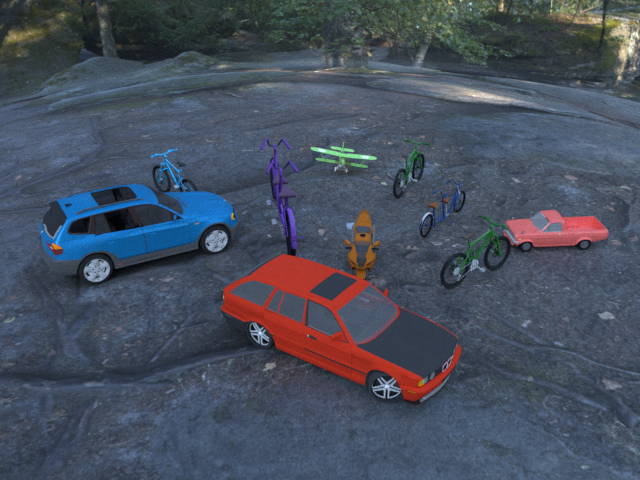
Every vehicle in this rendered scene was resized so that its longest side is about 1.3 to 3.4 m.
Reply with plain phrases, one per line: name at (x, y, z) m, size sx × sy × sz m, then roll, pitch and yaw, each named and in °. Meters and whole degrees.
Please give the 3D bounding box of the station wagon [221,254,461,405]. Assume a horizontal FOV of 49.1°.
station wagon at (0.226, 0.978, 8.772) m, size 3.105 × 0.920 × 1.327 m, roll 18°, pitch 32°, yaw 31°

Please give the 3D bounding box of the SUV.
SUV at (-2.797, -0.281, 10.959) m, size 3.058 × 1.128 × 1.276 m, roll -15°, pitch 31°, yaw -26°

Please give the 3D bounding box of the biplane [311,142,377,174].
biplane at (0.484, -1.696, 14.344) m, size 1.336 × 0.504 × 1.090 m, roll 1°, pitch 28°, yaw 1°

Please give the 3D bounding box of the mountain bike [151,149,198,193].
mountain bike at (-2.677, -1.134, 12.874) m, size 0.573 × 0.868 × 1.469 m, roll -24°, pitch 36°, yaw -38°

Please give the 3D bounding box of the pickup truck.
pickup truck at (3.845, -0.185, 11.443) m, size 1.603 × 0.511 × 0.640 m, roll -2°, pitch 28°, yaw -4°

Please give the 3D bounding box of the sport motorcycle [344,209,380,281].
sport motorcycle at (0.629, 0.185, 10.399) m, size 0.506 × 0.821 × 1.520 m, roll 2°, pitch 28°, yaw 4°

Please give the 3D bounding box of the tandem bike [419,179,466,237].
tandem bike at (2.125, -0.584, 12.022) m, size 0.283 × 0.682 × 1.642 m, roll 19°, pitch 33°, yaw 32°

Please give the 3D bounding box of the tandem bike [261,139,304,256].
tandem bike at (-0.654, -0.822, 11.782) m, size 0.550 × 1.326 × 3.192 m, roll -4°, pitch 28°, yaw -8°

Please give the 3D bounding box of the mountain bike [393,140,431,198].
mountain bike at (1.717, -1.376, 13.339) m, size 0.573 × 0.868 × 1.469 m, roll 14°, pitch 31°, yaw 25°

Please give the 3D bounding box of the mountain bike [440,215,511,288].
mountain bike at (2.335, 0.185, 10.347) m, size 1.469 × 0.868 × 0.573 m, roll -18°, pitch 33°, yaw -31°
